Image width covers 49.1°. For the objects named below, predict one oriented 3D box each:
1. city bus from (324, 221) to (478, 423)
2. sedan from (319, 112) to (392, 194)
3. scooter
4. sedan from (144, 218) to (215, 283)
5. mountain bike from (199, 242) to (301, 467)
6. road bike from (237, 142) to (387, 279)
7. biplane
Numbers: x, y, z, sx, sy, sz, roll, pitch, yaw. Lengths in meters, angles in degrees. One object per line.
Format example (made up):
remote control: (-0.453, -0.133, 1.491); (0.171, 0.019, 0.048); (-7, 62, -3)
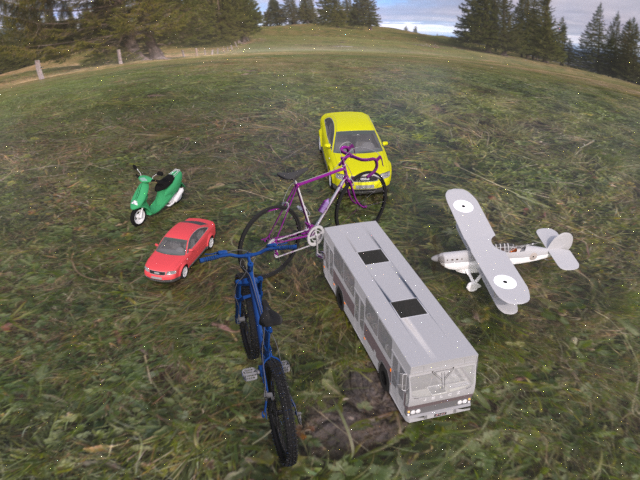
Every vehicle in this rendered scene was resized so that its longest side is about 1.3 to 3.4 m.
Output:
city bus: (0.877, 0.906, 8.957); (0.926, 0.894, 3.255); (-8, 30, -14)
sedan: (0.655, -1.874, 13.832); (1.235, 0.940, 3.137); (-3, 30, -5)
scooter: (-2.818, -0.876, 12.088); (0.662, 0.919, 1.399); (15, 33, 25)
sedan: (-2.150, 0.092, 10.816); (0.635, 0.483, 1.613); (8, 31, 14)
mountain bike: (-0.656, 1.097, 7.813); (1.114, 1.688, 2.857); (-8, 30, -14)
road bike: (-0.029, -0.477, 10.631); (3.004, 1.656, 0.696); (-23, 37, -35)
biplane: (2.628, 0.231, 10.065); (2.120, 0.981, 2.598); (-5, 30, -8)
